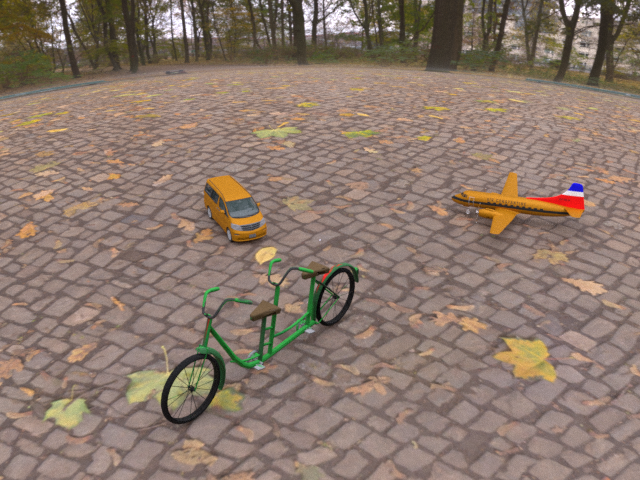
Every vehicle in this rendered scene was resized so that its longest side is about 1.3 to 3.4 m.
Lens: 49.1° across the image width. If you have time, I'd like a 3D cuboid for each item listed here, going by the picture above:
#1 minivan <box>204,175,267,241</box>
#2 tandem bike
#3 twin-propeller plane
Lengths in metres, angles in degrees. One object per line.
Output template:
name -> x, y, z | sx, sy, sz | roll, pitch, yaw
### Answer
minivan -> -1.394, -0.519, 11.371 | 0.681, 0.616, 1.548 | -13, 30, -24
tandem bike -> -0.533, 0.861, 7.854 | 0.550, 1.326, 3.192 | 21, 33, 35
twin-propeller plane -> 3.228, -0.679, 11.492 | 2.129, 0.792, 2.663 | 9, 28, 18
